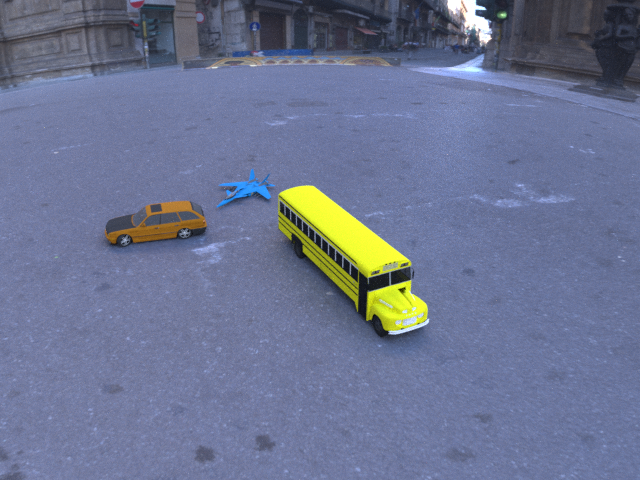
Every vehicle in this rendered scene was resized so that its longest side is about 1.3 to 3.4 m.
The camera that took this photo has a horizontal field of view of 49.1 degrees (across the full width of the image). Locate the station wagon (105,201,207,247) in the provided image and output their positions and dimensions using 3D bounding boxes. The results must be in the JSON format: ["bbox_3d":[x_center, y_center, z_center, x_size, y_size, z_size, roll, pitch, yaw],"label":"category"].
[{"bbox_3d":[-2.647,-0.300,11.256,1.597,0.473,0.682,-8,29,-14],"label":"station wagon"}]

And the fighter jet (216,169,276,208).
[{"bbox_3d":[-1.435,-0.907,12.619,1.147,0.286,1.358,16,32,28],"label":"fighter jet"}]

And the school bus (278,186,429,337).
[{"bbox_3d":[0.382,0.204,9.891,0.709,0.844,3.322,-13,30,-24],"label":"school bus"}]
